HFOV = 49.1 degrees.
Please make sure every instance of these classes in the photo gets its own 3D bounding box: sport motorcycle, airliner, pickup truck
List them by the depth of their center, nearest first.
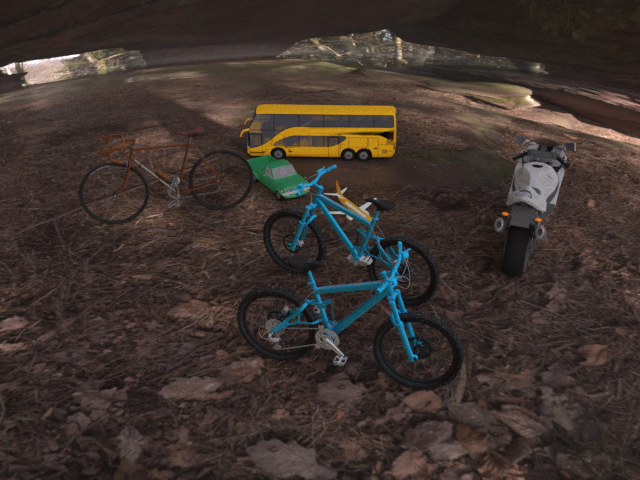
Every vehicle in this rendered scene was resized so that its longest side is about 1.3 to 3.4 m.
[{"bbox_3d":[3.396,-0.621,11.247,0.983,1.596,2.955,12,31,20],"label":"sport motorcycle"},{"bbox_3d":[0.606,-0.648,12.486,1.161,0.429,1.307,-16,33,-26],"label":"airliner"},{"bbox_3d":[-0.836,-1.281,13.532,0.640,0.511,1.603,-17,34,-28],"label":"pickup truck"}]

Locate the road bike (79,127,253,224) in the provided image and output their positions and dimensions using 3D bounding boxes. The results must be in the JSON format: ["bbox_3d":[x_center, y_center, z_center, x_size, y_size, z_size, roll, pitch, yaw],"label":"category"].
[{"bbox_3d":[-2.638,-1.142,12.114,3.004,1.656,0.697,-9,30,-15],"label":"road bike"}]

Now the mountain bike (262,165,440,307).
[{"bbox_3d":[0.388,-0.021,10.082,2.857,1.688,1.114,15,33,25],"label":"mountain bike"}]

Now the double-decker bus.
[{"bbox_3d":[-0.019,-2.280,14.760,3.251,1.052,0.756,1,29,2],"label":"double-decker bus"}]

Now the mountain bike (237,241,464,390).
[{"bbox_3d":[0.309,0.934,8.380,2.857,1.688,1.114,9,30,15],"label":"mountain bike"}]
